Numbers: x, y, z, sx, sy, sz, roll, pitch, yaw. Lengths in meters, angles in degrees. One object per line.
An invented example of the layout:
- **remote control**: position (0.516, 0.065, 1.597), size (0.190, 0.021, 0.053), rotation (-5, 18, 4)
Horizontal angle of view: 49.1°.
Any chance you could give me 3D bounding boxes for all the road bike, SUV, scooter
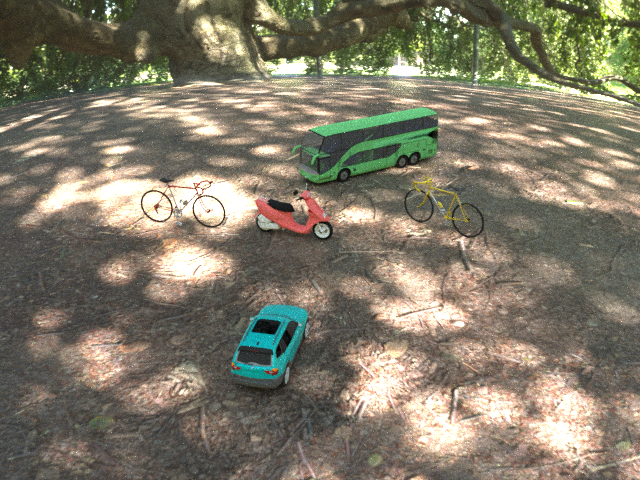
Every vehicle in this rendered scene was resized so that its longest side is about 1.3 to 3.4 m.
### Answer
- **road bike**: position (-2.328, -0.643, 11.805), size (1.545, 0.852, 0.358), rotation (6, 26, 12)
- **road bike**: position (2.050, -0.567, 11.646), size (1.545, 0.852, 0.358), rotation (20, 32, 36)
- **SUV**: position (-0.574, 1.166, 8.347), size (0.656, 0.580, 1.572), rotation (5, 26, 11)
- **scooter**: position (-0.455, -0.495, 11.418), size (1.399, 0.919, 0.662), rotation (8, 27, 16)

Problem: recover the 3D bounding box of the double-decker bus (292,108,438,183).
- **double-decker bus**: position (1.007, -1.933, 14.261), size (3.251, 1.052, 0.756), rotation (-16, 30, -30)
